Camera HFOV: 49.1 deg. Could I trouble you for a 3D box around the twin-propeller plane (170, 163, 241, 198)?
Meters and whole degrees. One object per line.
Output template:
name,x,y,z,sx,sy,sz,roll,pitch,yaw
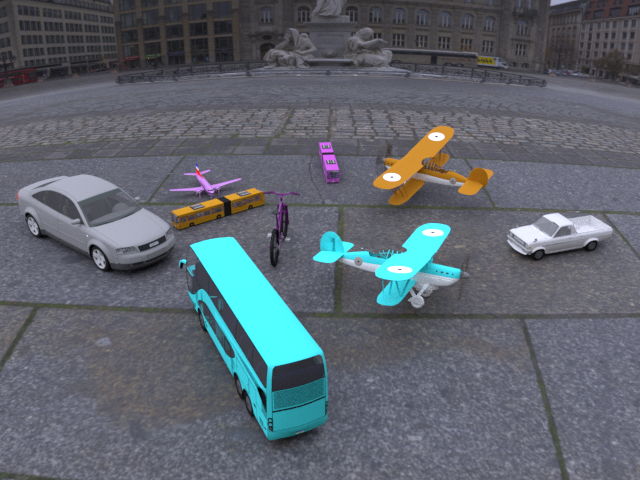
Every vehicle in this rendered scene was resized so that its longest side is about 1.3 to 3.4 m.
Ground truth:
twin-propeller plane,-2.152,-1.095,13.028,1.370,0.407,1.095,-12,29,-22

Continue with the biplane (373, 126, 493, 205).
biplane,1.989,-1.190,12.575,2.120,0.981,2.598,17,31,30

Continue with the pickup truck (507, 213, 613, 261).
pickup truck,3.756,-0.118,10.942,1.603,0.511,0.640,-9,28,-17

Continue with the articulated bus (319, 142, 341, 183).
articulated bus,0.174,-1.591,14.163,0.311,0.289,1.749,-2,26,-5

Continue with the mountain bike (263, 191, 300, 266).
mountain bike,-0.622,-0.227,10.759,0.573,0.868,1.469,3,27,5

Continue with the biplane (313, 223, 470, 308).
biplane,0.995,0.312,9.544,2.120,0.981,2.598,10,28,20

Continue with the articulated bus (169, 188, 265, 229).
articulated bus,-1.742,-0.555,12.073,1.749,0.289,0.311,-19,32,-34

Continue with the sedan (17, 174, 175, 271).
sedan,-3.583,-0.414,11.055,3.137,0.940,1.235,20,33,35

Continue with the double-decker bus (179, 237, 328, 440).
double-decker bus,-0.864,0.955,8.169,0.756,1.052,3.251,-11,29,-22
